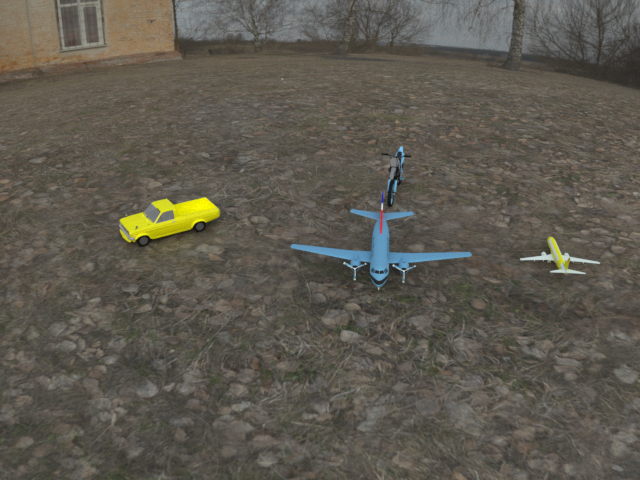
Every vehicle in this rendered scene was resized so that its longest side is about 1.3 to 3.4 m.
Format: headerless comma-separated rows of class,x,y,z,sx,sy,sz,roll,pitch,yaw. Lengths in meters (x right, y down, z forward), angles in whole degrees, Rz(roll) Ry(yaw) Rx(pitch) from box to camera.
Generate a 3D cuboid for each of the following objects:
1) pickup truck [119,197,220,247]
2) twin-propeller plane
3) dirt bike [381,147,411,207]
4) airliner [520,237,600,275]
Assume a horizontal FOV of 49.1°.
pickup truck,-2.471,-0.378,11.509,1.603,0.511,0.640,-16,32,-28
twin-propeller plane,0.908,0.009,10.485,2.663,0.792,2.129,3,28,5
dirt bike,1.386,-1.214,12.705,0.527,0.857,1.493,7,29,12
airliner,3.609,0.163,10.580,1.161,0.429,1.307,3,28,5
